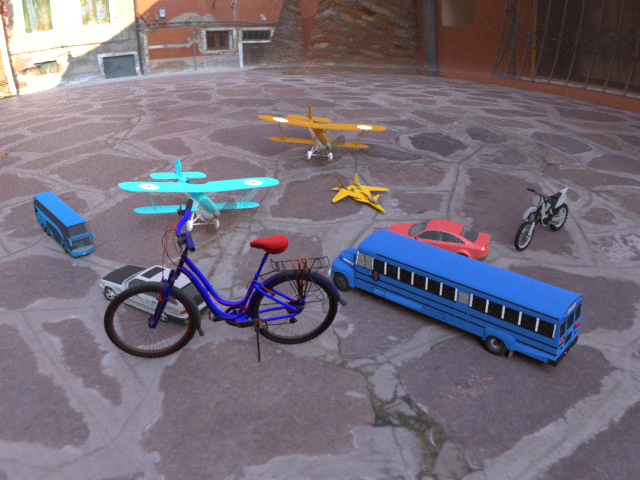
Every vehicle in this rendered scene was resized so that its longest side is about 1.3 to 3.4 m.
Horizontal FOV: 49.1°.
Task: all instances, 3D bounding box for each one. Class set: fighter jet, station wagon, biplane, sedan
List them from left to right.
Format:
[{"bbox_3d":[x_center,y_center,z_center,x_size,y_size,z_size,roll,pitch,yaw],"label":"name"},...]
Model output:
[{"bbox_3d":[-2.201,0.618,9.234,1.597,0.473,0.682,16,31,29],"label":"station wagon"},{"bbox_3d":[-2.000,-0.765,11.429,2.598,0.981,2.120,-14,30,-25],"label":"biplane"},{"bbox_3d":[-0.004,-2.219,14.332,2.598,0.981,2.120,-6,27,-11],"label":"biplane"},{"bbox_3d":[0.782,-0.811,12.297,1.147,0.286,1.358,-13,29,-25],"label":"fighter jet"},{"bbox_3d":[1.738,-0.034,10.525,1.613,0.483,0.635,10,28,19],"label":"sedan"}]

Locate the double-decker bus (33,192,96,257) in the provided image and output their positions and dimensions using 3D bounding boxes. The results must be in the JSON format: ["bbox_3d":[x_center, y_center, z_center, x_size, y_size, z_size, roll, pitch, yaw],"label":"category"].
[{"bbox_3d":[-3.995,-0.246,10.884,0.389,0.541,1.672,-20,33,-34],"label":"double-decker bus"}]

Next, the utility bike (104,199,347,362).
[{"bbox_3d":[-1.036,0.560,7.826,2.791,1.839,1.039,-5,27,-9],"label":"utility bike"}]

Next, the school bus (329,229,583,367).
[{"bbox_3d":[1.547,0.605,8.846,3.322,0.844,0.709,20,33,35],"label":"school bus"}]

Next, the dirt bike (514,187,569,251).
[{"bbox_3d":[3.464,-0.383,10.805,1.493,0.857,0.527,-23,35,-38],"label":"dirt bike"}]
